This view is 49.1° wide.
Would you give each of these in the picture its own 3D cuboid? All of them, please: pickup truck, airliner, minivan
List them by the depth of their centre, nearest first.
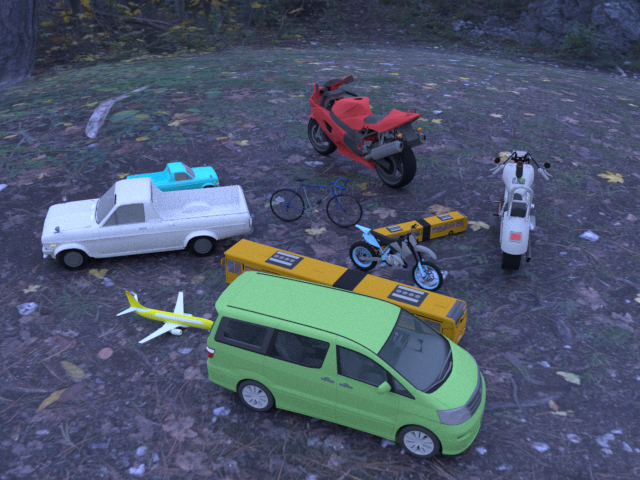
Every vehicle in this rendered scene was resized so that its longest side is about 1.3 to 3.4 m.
[{"bbox_3d":[0.286,1.263,7.575,3.011,1.197,1.324,11,31,19],"label":"minivan"},{"bbox_3d":[-1.904,0.921,8.971,1.307,0.429,1.161,8,30,13],"label":"airliner"},{"bbox_3d":[-2.627,-0.365,10.693,3.117,0.993,1.244,-6,30,-11],"label":"pickup truck"},{"bbox_3d":[-2.613,-1.067,12.440,1.603,0.511,0.640,-10,31,-17],"label":"pickup truck"}]

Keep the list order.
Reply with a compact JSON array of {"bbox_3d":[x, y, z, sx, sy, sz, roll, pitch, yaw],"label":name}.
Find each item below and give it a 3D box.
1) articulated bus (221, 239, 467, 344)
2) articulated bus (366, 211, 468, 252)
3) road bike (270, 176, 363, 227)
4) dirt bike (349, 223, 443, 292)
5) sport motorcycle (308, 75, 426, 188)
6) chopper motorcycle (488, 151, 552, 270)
[{"bbox_3d":[0.229,0.680,9.267,3.401,0.561,0.605,15,33,25],"label":"articulated bus"},{"bbox_3d":[1.525,-0.140,11.012,1.749,0.289,0.311,-13,32,-21],"label":"articulated bus"},{"bbox_3d":[-0.072,-0.631,11.313,1.545,0.852,0.358,6,30,11],"label":"road bike"},{"bbox_3d":[1.059,0.199,9.823,1.493,0.857,0.527,18,34,29],"label":"dirt bike"},{"bbox_3d":[0.735,-2.050,13.086,0.983,1.596,2.955,-22,36,-34],"label":"sport motorcycle"},{"bbox_3d":[3.044,-0.722,10.833,0.906,1.480,3.040,7,30,12],"label":"chopper motorcycle"}]
